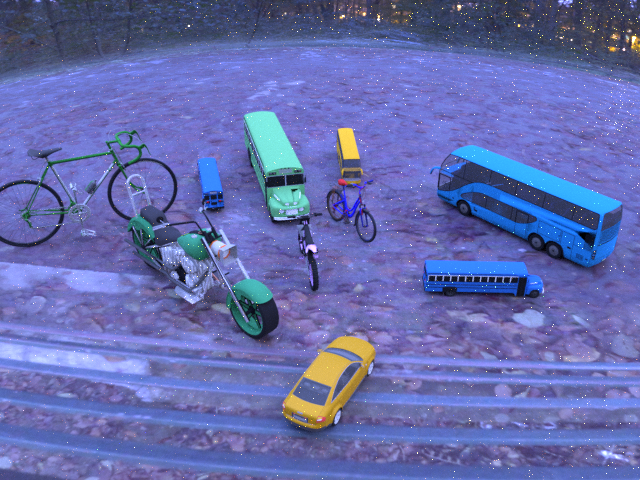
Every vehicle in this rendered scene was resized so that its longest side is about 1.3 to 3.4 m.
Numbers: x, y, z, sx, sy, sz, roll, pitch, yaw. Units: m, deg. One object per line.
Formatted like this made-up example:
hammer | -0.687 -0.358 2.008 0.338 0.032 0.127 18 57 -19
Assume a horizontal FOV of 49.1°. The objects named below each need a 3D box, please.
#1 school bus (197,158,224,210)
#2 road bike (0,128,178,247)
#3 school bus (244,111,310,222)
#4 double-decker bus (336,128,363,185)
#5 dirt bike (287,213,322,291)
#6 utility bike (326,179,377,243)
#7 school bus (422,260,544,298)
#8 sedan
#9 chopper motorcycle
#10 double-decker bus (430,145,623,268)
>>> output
school bus | -2.001 -1.069 12.723 0.365 0.434 1.708 -7 32 -11
road bike | -3.760 -0.824 11.125 3.004 1.656 0.697 -14 34 -22
school bus | -0.840 -1.403 12.881 0.709 0.844 3.322 -7 32 -11
double-decker bus | 0.547 -1.613 13.526 0.389 0.541 1.672 -2 31 -3
dirt bike | -0.194 0.073 10.405 0.527 0.857 1.493 -5 31 -9
utility bike | 0.533 -0.601 11.444 0.535 0.946 1.435 -19 36 -28
school bus | 2.343 0.548 10.023 1.708 0.434 0.365 1 31 2
sedan | 0.145 1.592 8.235 0.635 0.483 1.613 15 34 24
chopper motorcycle | -1.704 0.185 9.614 3.040 1.480 0.906 26 40 36
double-decker bus | 3.250 -0.649 11.421 0.756 1.052 3.251 -23 38 -33
